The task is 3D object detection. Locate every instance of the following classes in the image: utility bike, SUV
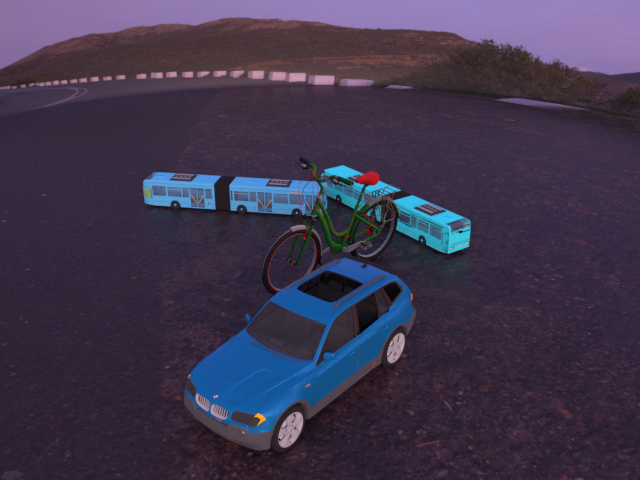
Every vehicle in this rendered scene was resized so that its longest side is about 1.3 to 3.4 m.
[{"bbox_3d":[0.325,-0.260,10.008,2.791,1.839,1.039,-21,32,-38],"label":"utility bike"},{"bbox_3d":[-0.124,1.117,7.861,1.276,1.128,3.058,19,31,35],"label":"SUV"}]

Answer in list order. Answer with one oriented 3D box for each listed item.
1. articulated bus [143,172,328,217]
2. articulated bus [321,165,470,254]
[{"bbox_3d":[-1.532,-0.839,12.801,3.401,0.561,0.605,4,25,9],"label":"articulated bus"},{"bbox_3d":[1.224,-0.602,12.284,0.605,0.561,3.401,-17,29,-32],"label":"articulated bus"}]
